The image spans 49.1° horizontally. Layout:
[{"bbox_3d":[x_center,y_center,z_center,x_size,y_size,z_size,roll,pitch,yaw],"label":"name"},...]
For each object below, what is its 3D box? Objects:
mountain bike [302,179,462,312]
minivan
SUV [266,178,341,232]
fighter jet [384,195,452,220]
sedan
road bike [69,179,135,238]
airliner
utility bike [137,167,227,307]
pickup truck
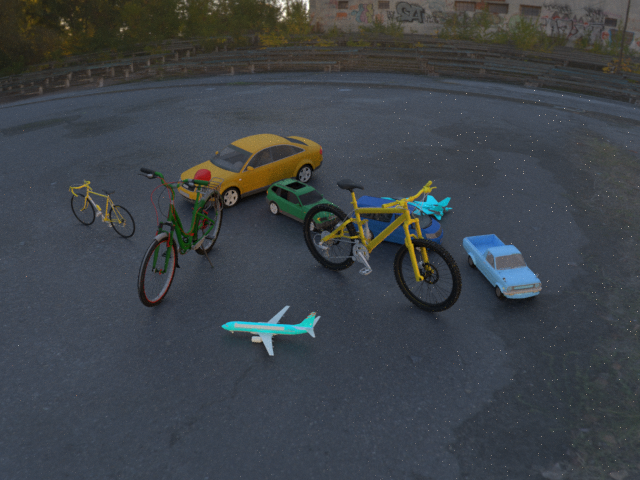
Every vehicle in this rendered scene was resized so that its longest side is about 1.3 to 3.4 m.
[{"bbox_3d":[0.815,-0.039,10.106,2.857,1.688,1.114,22,34,36],"label":"mountain bike"},{"bbox_3d":[1.306,-0.293,11.789,1.548,0.616,0.681,12,29,23],"label":"minivan"},{"bbox_3d":[-0.304,-0.668,12.565,0.656,0.580,1.572,-24,35,-38],"label":"SUV"},{"bbox_3d":[1.720,-0.716,12.984,1.358,0.286,1.147,15,31,28],"label":"fighter jet"},{"bbox_3d":[-1.336,-1.486,13.778,3.137,0.940,1.235,-22,34,-36],"label":"sedan"},{"bbox_3d":[-3.755,-0.537,12.009,1.545,0.852,0.358,15,31,28],"label":"road bike"},{"bbox_3d":[-0.673,1.092,9.271,1.307,0.429,1.161,4,27,7],"label":"airliner"},{"bbox_3d":[-1.924,-0.276,10.406,1.039,1.839,2.791,8,28,15],"label":"utility bike"},{"bbox_3d":[2.748,0.334,10.671,0.640,0.511,1.603,-6,28,-12],"label":"pickup truck"}]
